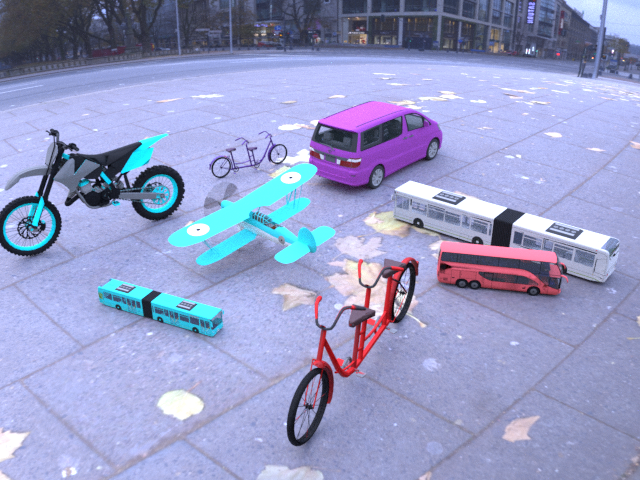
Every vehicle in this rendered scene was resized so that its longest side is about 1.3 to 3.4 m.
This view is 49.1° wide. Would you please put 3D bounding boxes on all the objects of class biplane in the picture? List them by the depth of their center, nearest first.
[{"bbox_3d":[-0.815,-0.186,9.904,2.598,0.981,2.120,-25,36,-38],"label":"biplane"}]

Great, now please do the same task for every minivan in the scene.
[{"bbox_3d":[1.125,-1.905,12.955,1.324,1.197,3.011,21,34,35],"label":"minivan"}]

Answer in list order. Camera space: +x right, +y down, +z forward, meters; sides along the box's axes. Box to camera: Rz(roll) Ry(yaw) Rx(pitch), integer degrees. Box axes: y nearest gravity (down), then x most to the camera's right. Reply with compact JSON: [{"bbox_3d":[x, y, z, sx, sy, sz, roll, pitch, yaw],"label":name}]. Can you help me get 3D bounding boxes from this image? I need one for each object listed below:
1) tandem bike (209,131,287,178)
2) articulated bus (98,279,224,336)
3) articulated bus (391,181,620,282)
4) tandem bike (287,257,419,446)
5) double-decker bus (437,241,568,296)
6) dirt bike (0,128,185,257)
[{"bbox_3d":[-1.306,-1.592,12.912,1.642,0.682,0.283,-17,32,-30],"label":"tandem bike"},{"bbox_3d":[-1.996,0.828,8.712,1.749,0.289,0.311,12,30,22],"label":"articulated bus"},{"bbox_3d":[2.605,-0.185,10.355,3.401,0.561,0.605,20,34,33],"label":"articulated bus"},{"bbox_3d":[0.469,0.865,7.524,0.550,1.326,3.192,14,31,25],"label":"tandem bike"},{"bbox_3d":[2.405,0.380,9.296,1.672,0.541,0.389,6,28,11],"label":"double-decker bus"},{"bbox_3d":[-3.341,-0.794,10.325,2.903,1.666,1.024,-20,33,-33],"label":"dirt bike"}]
